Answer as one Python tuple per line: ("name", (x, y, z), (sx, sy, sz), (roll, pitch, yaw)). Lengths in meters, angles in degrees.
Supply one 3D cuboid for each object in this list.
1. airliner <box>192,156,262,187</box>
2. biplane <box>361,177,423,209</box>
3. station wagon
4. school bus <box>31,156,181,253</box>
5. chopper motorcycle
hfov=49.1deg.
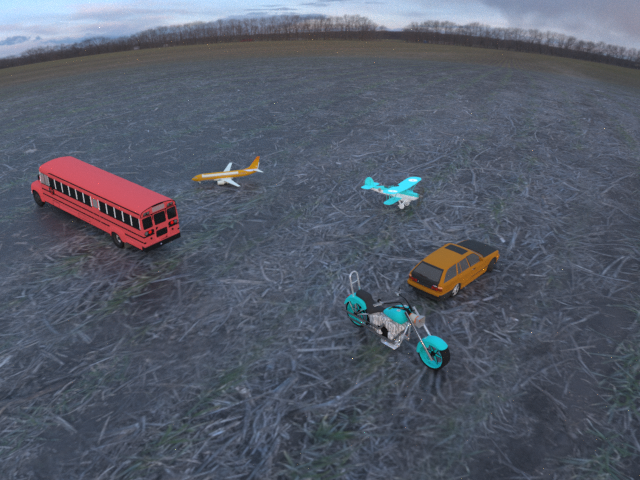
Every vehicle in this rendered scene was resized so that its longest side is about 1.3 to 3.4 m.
("airliner", (-1.730, -1.295, 12.970), (1.307, 0.429, 1.161), (-7, 29, -12))
("biplane", (1.267, -0.845, 12.051), (1.090, 0.504, 1.336), (15, 32, 26))
("station wagon", (1.928, 0.322, 9.906), (0.682, 0.473, 1.597), (24, 36, 37))
("school bus", (-3.609, -0.660, 11.346), (3.322, 0.844, 0.709), (22, 35, 35))
("chopper motorcycle", (0.903, 0.956, 8.419), (1.563, 0.761, 0.466), (25, 37, 38))
